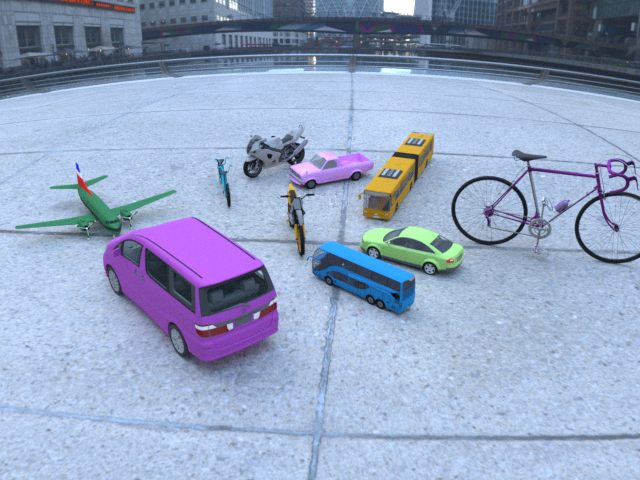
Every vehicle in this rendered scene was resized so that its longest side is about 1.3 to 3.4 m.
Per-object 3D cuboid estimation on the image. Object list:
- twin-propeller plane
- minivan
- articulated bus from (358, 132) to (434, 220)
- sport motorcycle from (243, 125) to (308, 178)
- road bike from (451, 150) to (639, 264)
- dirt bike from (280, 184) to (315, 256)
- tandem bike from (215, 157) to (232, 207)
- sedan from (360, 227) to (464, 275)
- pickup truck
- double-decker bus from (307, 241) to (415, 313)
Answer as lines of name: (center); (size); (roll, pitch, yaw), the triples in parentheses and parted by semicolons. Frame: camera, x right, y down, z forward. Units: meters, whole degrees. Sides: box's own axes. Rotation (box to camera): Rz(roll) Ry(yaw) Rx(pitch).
twin-propeller plane: (-3.714, -0.644, 11.608); (2.663, 0.792, 2.129); (-17, 31, -29)
minivan: (-1.801, 0.406, 9.104); (1.324, 1.197, 3.011); (-20, 33, -34)
articulated bus: (1.527, -1.281, 13.111); (0.605, 0.561, 3.401); (10, 29, 18)
sport motorcycle: (-0.883, -1.745, 13.734); (1.520, 0.821, 0.506); (-21, 34, -36)
road bike: (3.481, -0.530, 10.435); (3.004, 1.656, 0.697); (9, 28, 17)
dirt bike: (-0.371, -0.391, 11.040); (0.527, 0.857, 1.493); (-4, 27, -9)
tandem bike: (-1.757, -1.170, 12.761); (0.283, 0.682, 1.642); (-6, 28, -12)
sedan: (1.364, 0.074, 10.540); (1.613, 0.483, 0.635); (15, 31, 28)
pickup truck: (0.217, -1.406, 13.411); (1.603, 0.511, 0.640); (-13, 30, -23)
double-decker bus: (0.556, 0.481, 9.680); (1.672, 0.541, 0.389); (22, 35, 37)
